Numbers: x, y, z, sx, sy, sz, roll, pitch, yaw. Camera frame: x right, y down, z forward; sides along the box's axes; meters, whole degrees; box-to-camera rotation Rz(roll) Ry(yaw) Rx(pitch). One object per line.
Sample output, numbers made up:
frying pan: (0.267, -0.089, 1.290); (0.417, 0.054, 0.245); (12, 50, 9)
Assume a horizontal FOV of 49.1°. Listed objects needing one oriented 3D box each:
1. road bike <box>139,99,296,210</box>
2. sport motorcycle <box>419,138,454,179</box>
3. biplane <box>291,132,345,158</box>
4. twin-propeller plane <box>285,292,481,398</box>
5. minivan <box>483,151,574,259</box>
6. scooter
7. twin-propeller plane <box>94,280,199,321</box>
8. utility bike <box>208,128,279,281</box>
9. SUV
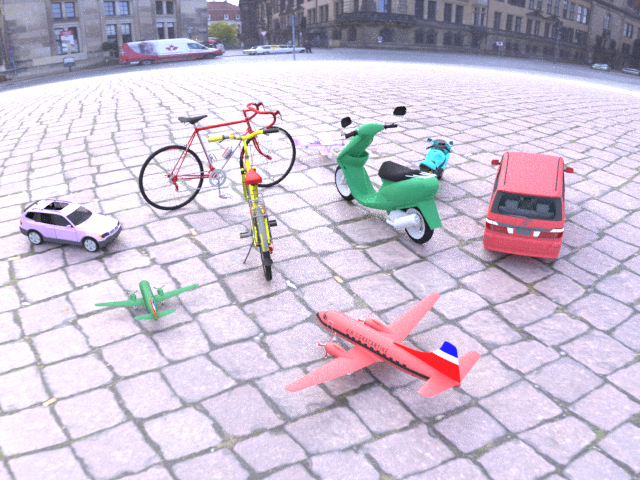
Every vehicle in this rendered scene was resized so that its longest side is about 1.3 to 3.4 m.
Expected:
road bike: (-1.716, -1.490, 12.140); (3.004, 1.656, 0.697); (-16, 32, -28)
sport motorcycle: (2.052, -1.317, 12.711); (0.506, 0.821, 1.520); (11, 30, 21)
biplane: (-0.037, -1.919, 14.209); (1.090, 0.504, 1.336); (-1, 28, -3)
twin-propeller plane: (0.722, 1.141, 8.027); (2.129, 0.792, 2.663); (24, 36, 38)
minivan: (3.346, -0.765, 11.245); (1.324, 1.197, 3.011); (8, 29, 15)
scooter: (1.028, -1.125, 11.299); (1.288, 1.786, 2.721); (-16, 32, -29)
twin-propeller plane: (-2.252, 0.741, 9.211); (1.370, 0.407, 1.095); (-11, 29, -19)
utility bike: (-1.045, -0.626, 10.285); (1.039, 1.839, 2.791); (-5, 28, -9)
SUV: (-3.909, -0.260, 10.944); (1.572, 0.580, 0.656); (7, 28, 13)
